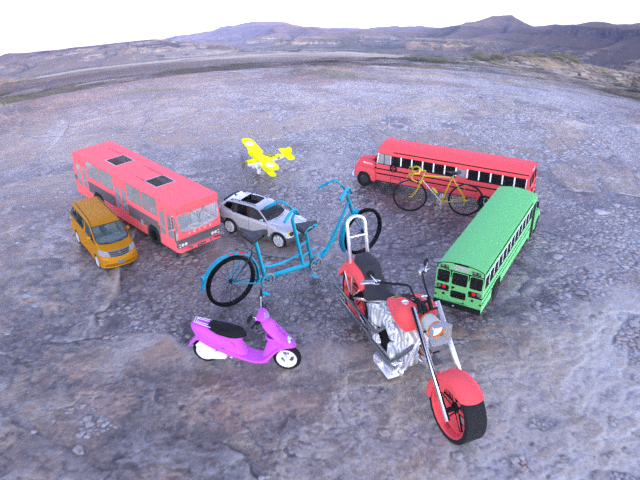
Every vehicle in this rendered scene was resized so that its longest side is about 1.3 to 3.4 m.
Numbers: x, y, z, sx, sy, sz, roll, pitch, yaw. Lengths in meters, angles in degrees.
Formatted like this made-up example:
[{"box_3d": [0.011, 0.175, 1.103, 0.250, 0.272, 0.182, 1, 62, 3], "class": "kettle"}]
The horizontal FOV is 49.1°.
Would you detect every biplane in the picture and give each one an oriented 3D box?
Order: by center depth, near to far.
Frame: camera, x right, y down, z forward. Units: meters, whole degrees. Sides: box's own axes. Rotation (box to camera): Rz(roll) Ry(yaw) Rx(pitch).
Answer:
[{"box_3d": [-1.025, -1.588, 13.724, 1.090, 0.504, 1.336, -16, 33, -27], "class": "biplane"}]

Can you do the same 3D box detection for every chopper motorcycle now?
[{"box_3d": [0.982, 0.931, 8.110, 0.906, 1.480, 3.040, -12, 31, -20], "class": "chopper motorcycle"}]

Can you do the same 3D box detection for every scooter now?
[{"box_3d": [-0.914, 1.117, 8.355, 1.399, 0.919, 0.662, 4, 29, 8], "class": "scooter"}]

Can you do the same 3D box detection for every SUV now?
[{"box_3d": [-0.934, -0.380, 11.439, 1.572, 0.580, 0.656, 16, 33, 27], "class": "SUV"}]

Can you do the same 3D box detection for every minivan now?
[{"box_3d": [-3.400, -0.128, 10.942, 0.681, 0.616, 1.548, -18, 34, -30], "class": "minivan"}]

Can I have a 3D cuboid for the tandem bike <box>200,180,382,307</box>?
[{"box_3d": [-0.308, -0.014, 9.996, 3.192, 1.326, 0.550, -20, 35, -32], "class": "tandem bike"}]

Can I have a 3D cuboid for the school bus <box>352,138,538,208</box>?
[{"box_3d": [2.197, -1.245, 12.745, 3.322, 0.844, 0.709, 13, 31, 22], "class": "school bus"}]

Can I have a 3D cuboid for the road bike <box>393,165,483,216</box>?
[{"box_3d": [2.024, -0.837, 11.992, 1.545, 0.852, 0.358, 5, 29, 9], "class": "road bike"}]

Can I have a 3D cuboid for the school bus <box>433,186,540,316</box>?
[{"box_3d": [2.613, 0.000, 10.472, 0.709, 0.844, 3.322, 15, 32, 25], "class": "school bus"}]

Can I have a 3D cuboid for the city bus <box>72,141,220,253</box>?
[{"box_3d": [-2.990, -0.759, 11.806, 0.926, 0.894, 3.255, -25, 38, -38], "class": "city bus"}]
